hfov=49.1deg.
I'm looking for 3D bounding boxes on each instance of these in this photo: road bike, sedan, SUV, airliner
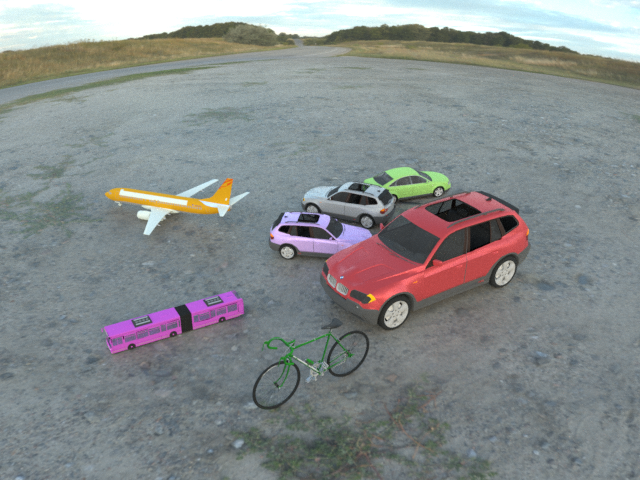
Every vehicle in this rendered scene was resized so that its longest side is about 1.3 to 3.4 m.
[{"bbox_3d":[-0.068,1.304,7.618,1.545,0.852,0.358,-18,33,-30],"label":"road bike"},{"bbox_3d":[1.548,-1.013,12.348,1.613,0.483,0.635,-10,30,-18],"label":"sedan"},{"bbox_3d":[0.466,-0.653,11.571,1.572,0.580,0.656,12,30,22],"label":"SUV"},{"bbox_3d":[-2.513,-0.791,11.559,2.541,0.835,2.257,10,30,18],"label":"airliner"},{"bbox_3d":[1.471,0.156,9.473,3.058,1.128,1.276,-17,32,-28],"label":"SUV"},{"bbox_3d":[0.016,-0.068,10.474,1.572,0.580,0.656,4,28,8],"label":"SUV"}]

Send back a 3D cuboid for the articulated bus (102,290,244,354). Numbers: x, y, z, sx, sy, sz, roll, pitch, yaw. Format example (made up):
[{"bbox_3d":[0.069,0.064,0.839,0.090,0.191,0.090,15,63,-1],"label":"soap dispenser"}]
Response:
[{"bbox_3d":[-1.806,1.011,8.763,1.749,0.289,0.311,-15,31,-25],"label":"articulated bus"}]
